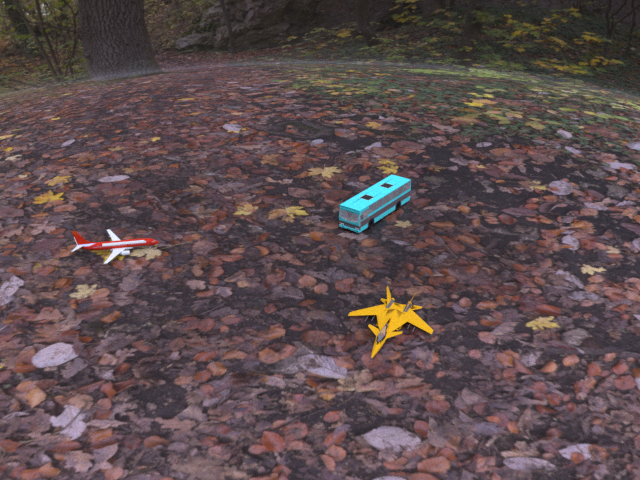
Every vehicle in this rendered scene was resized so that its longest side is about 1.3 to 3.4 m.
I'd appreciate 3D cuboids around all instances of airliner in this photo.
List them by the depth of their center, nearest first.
[{"bbox_3d":[-3.218,-0.008,11.023,1.307,0.429,1.161,-6,28,-11],"label":"airliner"}]

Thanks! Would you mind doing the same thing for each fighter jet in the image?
[{"bbox_3d":[0.884,1.076,9.114,1.147,0.286,1.358,10,29,19],"label":"fighter jet"}]

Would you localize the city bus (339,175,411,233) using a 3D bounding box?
[{"bbox_3d":[0.978,-0.633,12.181,0.476,0.460,1.674,19,33,32],"label":"city bus"}]
